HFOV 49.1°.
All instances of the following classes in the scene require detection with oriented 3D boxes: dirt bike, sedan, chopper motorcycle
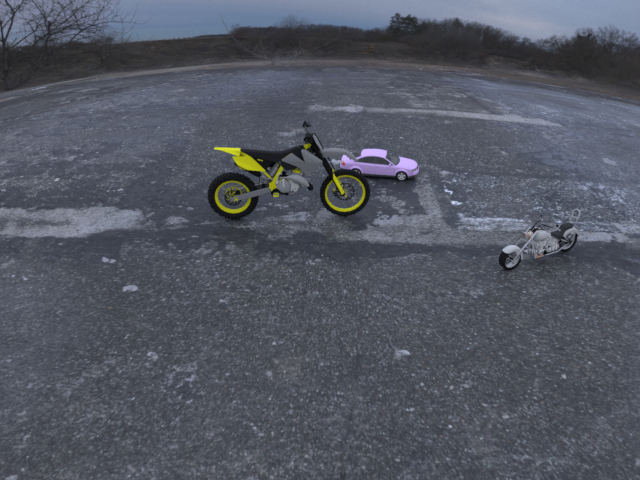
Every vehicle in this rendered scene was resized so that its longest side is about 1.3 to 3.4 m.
[{"bbox_3d":[-0.548,-1.145,12.320,2.903,1.666,1.024,-1,29,-2],"label":"dirt bike"},{"bbox_3d":[1.220,-1.575,14.305,1.613,0.483,0.635,5,29,8],"label":"sedan"},{"bbox_3d":[3.542,-0.012,11.220,1.563,0.761,0.466,-14,32,-23],"label":"chopper motorcycle"}]
